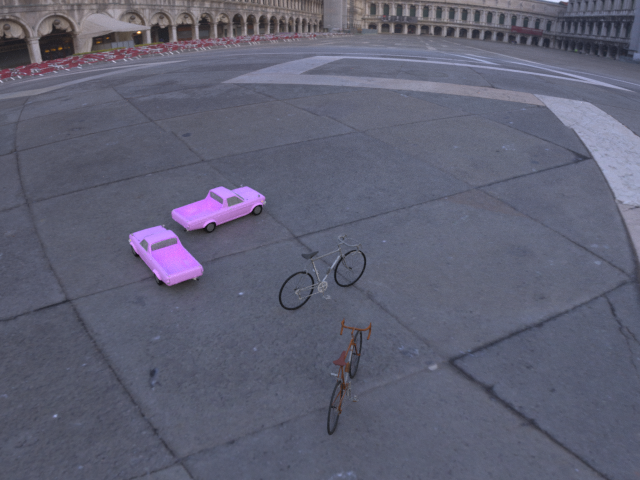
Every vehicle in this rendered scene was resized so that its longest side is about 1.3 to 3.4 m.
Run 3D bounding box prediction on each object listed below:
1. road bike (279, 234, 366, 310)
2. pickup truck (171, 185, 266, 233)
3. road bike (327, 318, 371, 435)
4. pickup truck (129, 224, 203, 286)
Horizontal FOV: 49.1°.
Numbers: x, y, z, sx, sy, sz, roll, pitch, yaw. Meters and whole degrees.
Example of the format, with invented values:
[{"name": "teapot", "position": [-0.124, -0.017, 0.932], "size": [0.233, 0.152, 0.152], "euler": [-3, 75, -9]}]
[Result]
[{"name": "road bike", "position": [0.060, 0.446, 9.798], "size": [1.545, 0.852, 0.358], "euler": [-21, 36, -32]}, {"name": "pickup truck", "position": [-1.706, -0.578, 11.911], "size": [1.603, 0.511, 0.640], "euler": [-23, 37, -34]}, {"name": "road bike", "position": [0.299, 1.494, 7.987], "size": [0.358, 0.852, 1.545], "euler": [8, 31, 14]}, {"name": "pickup truck", "position": [-2.355, 0.186, 10.589], "size": [0.640, 0.511, 1.603], "euler": [-18, 35, -29]}]
